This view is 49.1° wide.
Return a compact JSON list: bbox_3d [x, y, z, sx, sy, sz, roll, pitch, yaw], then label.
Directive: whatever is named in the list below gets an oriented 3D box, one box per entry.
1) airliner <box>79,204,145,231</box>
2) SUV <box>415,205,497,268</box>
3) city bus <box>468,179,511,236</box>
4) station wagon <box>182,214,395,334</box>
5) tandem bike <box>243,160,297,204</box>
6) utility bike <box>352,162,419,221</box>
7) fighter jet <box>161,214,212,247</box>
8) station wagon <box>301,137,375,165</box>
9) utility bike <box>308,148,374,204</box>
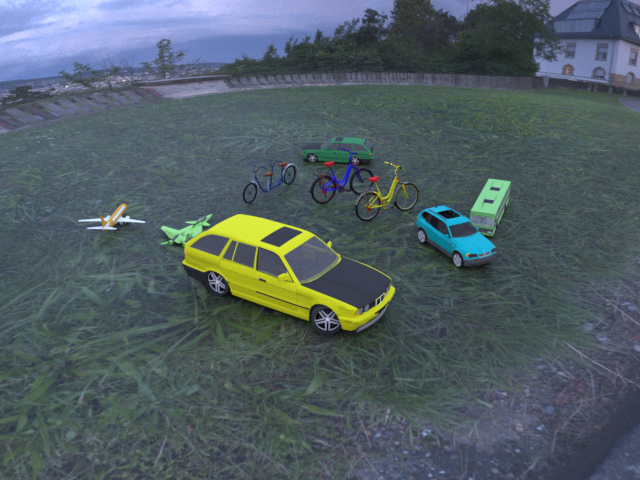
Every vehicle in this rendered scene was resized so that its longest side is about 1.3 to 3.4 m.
[{"bbox_3d":[-3.584,-0.469,12.167,1.161,0.429,1.307,1,26,3],"label":"airliner"},{"bbox_3d":[2.151,-0.094,11.209,0.656,0.580,1.572,-12,28,-24],"label":"SUV"},{"bbox_3d":[3.009,-0.578,12.359,0.476,0.460,1.674,10,27,20],"label":"city bus"},{"bbox_3d":[-0.472,0.368,9.852,3.105,0.920,1.327,16,30,30],"label":"station wagon"},{"bbox_3d":[-0.940,-1.213,13.426,0.283,0.682,1.642,17,30,31],"label":"tandem bike"},{"bbox_3d":[1.155,-0.880,12.427,1.435,0.946,0.535,-15,29,-28],"label":"utility bike"},{"bbox_3d":[-2.129,-0.257,11.890,1.147,0.286,1.358,8,27,15],"label":"fighter jet"},{"bbox_3d":[0.382,-1.975,15.258,1.597,0.473,0.682,4,26,9],"label":"station wagon"},{"bbox_3d":[0.385,-1.221,13.139,1.435,0.946,0.535,-14,29,-26],"label":"utility bike"}]
